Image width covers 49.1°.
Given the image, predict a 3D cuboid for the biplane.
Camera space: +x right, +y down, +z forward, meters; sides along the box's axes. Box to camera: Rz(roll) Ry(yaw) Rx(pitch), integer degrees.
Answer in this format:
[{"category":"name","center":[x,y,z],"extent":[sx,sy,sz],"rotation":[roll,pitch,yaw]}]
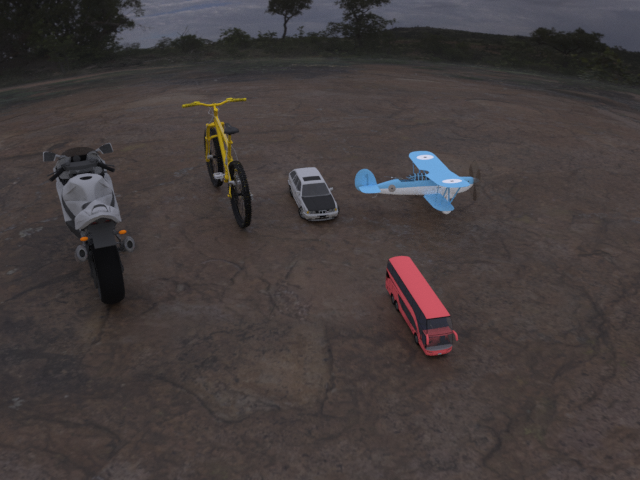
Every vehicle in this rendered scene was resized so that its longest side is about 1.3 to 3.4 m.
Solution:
[{"category":"biplane","center":[1.630,-0.941,11.758],"extent":[2.120,0.981,2.598],"rotation":[-3,28,-5]}]

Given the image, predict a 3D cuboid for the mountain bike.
[{"category":"mountain bike","center":[-1.609,-1.387,11.845],"extent":[1.114,1.688,2.857],"rotation":[-10,30,-18]}]

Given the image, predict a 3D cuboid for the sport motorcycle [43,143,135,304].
[{"category":"sport motorcycle","center":[-3.214,-0.312,9.912],"extent":[0.983,1.596,2.955],"rotation":[-12,30,-21]}]

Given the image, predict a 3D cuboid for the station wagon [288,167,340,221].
[{"category":"station wagon","center":[-0.135,-0.836,12.104],"extent":[0.682,0.473,1.597],"rotation":[-6,29,-12]}]

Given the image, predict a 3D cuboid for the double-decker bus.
[{"category":"double-decker bus","center":[1.244,0.822,8.897],"extent":[0.389,0.541,1.672],"rotation":[-6,29,-11]}]
